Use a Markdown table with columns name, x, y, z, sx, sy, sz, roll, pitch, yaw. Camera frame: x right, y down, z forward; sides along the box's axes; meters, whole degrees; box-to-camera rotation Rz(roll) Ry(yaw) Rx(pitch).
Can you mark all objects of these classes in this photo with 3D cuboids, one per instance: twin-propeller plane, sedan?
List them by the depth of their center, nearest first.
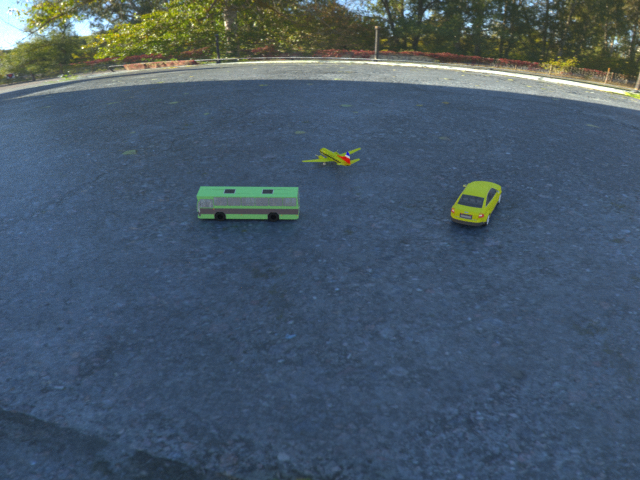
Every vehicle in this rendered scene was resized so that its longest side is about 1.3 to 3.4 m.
| name | x | y | z | sx | sy | sz | roll | pitch | yaw |
| --- | --- | --- | --- | --- | --- | --- | --- | --- | --- |
| sedan | 2.665 | -0.703 | 11.834 | 0.635 | 0.483 | 1.613 | 12 | 30 | 22 |
| twin-propeller plane | 0.290 | -1.674 | 13.754 | 1.370 | 0.407 | 1.095 | -16 | 32 | -28 |

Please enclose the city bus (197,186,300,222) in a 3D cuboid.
| name | x | y | z | sx | sy | sz | roll | pitch | yaw |
| --- | --- | --- | --- | --- | --- | --- | --- | --- | --- |
| city bus | -1.184 | -0.599 | 11.663 | 1.674 | 0.460 | 0.476 | 1 | 28 | 1 |
